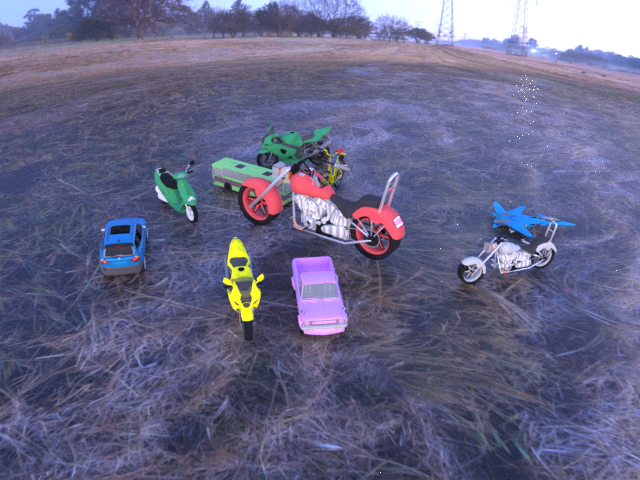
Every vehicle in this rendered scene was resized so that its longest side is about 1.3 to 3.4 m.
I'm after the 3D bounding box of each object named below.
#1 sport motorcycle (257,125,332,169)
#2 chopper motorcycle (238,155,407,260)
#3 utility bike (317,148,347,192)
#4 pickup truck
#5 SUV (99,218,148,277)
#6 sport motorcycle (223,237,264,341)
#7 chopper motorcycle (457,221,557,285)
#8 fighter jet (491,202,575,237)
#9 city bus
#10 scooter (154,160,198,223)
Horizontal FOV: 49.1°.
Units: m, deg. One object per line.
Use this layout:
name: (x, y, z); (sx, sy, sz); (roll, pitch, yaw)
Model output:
sport motorcycle: (-0.503, -1.814, 13.707); (1.520, 0.821, 0.506); (-8, 29, -14)
chopper motorcycle: (-0.059, -0.647, 10.792); (3.040, 1.480, 0.906); (18, 33, 31)
utility bike: (0.263, -1.223, 12.455); (0.535, 0.946, 1.435); (10, 29, 18)
pickup truck: (-0.032, 0.666, 9.346); (0.640, 0.511, 1.603); (-3, 28, -6)
SUV: (-2.949, 0.006, 10.521); (0.656, 0.580, 1.572); (-5, 28, -9)
sport motorcycle: (-1.011, 0.624, 9.093); (0.506, 0.821, 1.520); (-5, 28, -10)
chopper motorcycle: (2.697, 0.179, 9.999); (1.563, 0.761, 0.466); (-9, 29, -17)
fighter jet: (3.532, -0.371, 11.548); (1.358, 0.286, 1.147); (4, 28, 8)
city bus: (-1.190, -1.052, 12.652); (1.674, 0.460, 0.476); (18, 33, 30)
scooter: (-2.457, -0.899, 11.871); (0.662, 0.919, 1.399); (-20, 34, -33)
